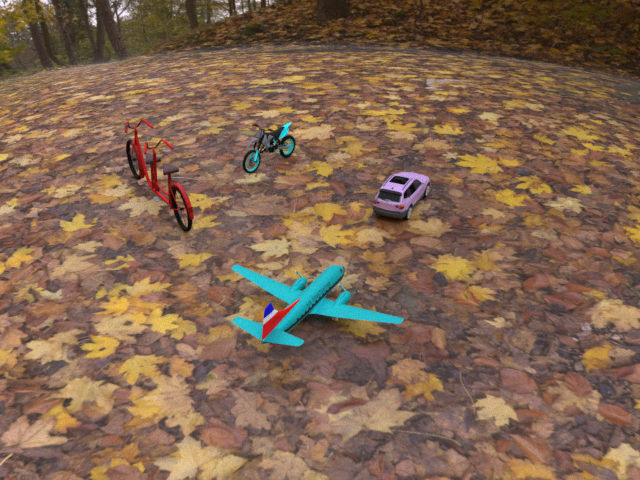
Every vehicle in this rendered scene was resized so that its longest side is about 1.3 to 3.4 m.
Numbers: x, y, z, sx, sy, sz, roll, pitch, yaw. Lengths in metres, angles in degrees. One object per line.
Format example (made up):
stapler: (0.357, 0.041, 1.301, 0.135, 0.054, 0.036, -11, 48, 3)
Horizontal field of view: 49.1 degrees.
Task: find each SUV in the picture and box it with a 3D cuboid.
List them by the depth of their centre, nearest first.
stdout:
SUV: (1.456, -0.880, 12.363, 0.656, 0.580, 1.572, 14, 33, 22)

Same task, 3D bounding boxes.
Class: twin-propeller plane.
twin-propeller plane: (-0.190, 0.742, 9.361, 2.663, 0.792, 2.129, 16, 34, 25)

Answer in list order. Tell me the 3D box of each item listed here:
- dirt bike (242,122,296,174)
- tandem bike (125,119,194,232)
dirt bike: (-0.989, -1.874, 13.799, 0.527, 0.857, 1.493, 23, 37, 34)
tandem bike: (-2.881, -1.233, 12.230, 0.550, 1.326, 3.192, -17, 34, -27)
